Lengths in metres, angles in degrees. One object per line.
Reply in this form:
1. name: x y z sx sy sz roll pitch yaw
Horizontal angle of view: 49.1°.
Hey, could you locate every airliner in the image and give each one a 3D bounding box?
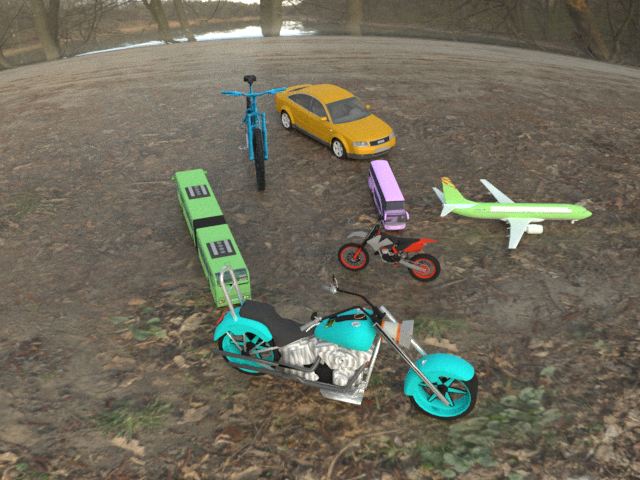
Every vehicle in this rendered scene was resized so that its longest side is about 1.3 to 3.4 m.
1. airliner: 3.135 -0.626 11.226 2.541 0.835 2.257 0 32 0

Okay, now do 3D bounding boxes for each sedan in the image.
1. sedan: 0.263 -2.542 14.235 1.235 0.940 3.137 -21 37 -30

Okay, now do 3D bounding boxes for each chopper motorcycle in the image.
1. chopper motorcycle: 0.244 1.139 7.749 3.040 1.480 0.906 9 33 14

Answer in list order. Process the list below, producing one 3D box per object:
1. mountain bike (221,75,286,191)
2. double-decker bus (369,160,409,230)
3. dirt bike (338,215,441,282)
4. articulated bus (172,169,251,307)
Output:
1. mountain bike: -1.209 -2.120 12.837 1.114 1.688 2.857 -5 32 -8
2. double-decker bus: 1.117 -0.752 11.711 0.389 0.541 1.672 -3 32 -5
3. dirt bike: 0.979 0.161 9.929 1.493 0.857 0.527 8 33 13
4. articulated bus: -1.699 -0.153 10.720 0.605 0.561 3.401 -10 33 -16
